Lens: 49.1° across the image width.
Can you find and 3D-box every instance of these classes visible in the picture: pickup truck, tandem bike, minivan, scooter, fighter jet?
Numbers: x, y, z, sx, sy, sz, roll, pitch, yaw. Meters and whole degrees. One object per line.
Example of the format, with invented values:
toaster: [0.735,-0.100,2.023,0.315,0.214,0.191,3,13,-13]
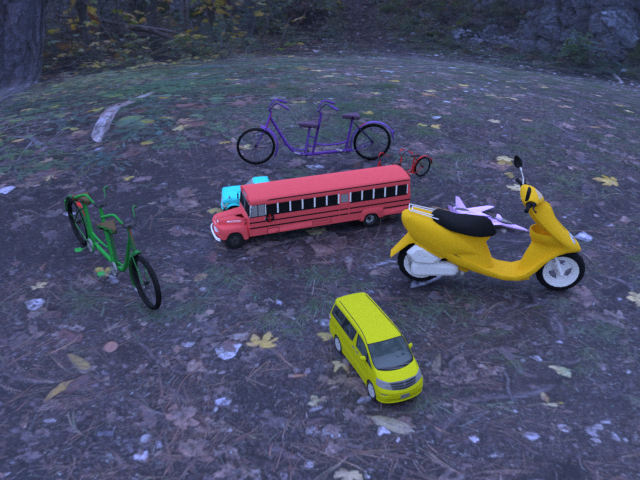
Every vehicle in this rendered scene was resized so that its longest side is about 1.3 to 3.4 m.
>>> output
pickup truck: [-0.948,-0.817,12.302,1.603,0.511,0.640,-4,29,-7]
tandem bike: [-3.091,-0.105,10.133,0.550,1.326,3.192,-21,35,-33]
tandem bike: [1.491,-1.389,13.178,1.642,0.682,0.283,-17,33,-28]
tandem bike: [-0.073,-2.163,13.929,3.192,1.326,0.550,-3,29,-6]
minivan: [0.652,1.259,8.360,0.681,0.616,1.548,-11,30,-20]
scooter: [2.367,-0.138,9.709,2.721,1.786,1.288,4,29,7]
fighter jet: [2.821,-0.394,11.755,1.358,0.286,1.147,15,32,26]

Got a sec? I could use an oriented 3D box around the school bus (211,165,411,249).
school bus: [-0.144,-0.589,11.530,3.322,0.844,0.709,-9,30,-17]
